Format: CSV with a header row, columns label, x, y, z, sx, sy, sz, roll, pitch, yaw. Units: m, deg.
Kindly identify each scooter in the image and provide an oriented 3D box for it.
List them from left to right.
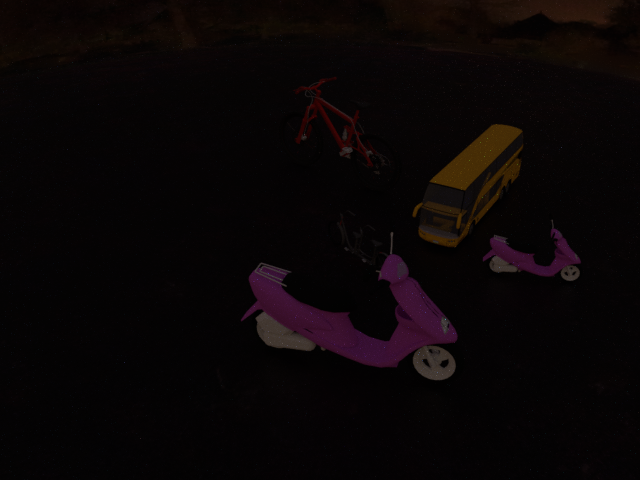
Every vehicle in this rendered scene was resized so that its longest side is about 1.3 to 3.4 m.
label,x,y,z,sx,sy,sz,roll,pitch,yaw
scooter,0.355,0.740,8.073,2.721,1.786,1.288,9,31,15
scooter,3.064,0.148,9.969,1.399,0.919,0.662,7,31,11

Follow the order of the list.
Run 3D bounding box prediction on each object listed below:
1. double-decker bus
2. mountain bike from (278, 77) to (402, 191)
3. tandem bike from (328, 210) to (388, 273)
label,x,y,z,sx,sy,sz,roll,pitch,yaw
double-decker bus,2.583,-0.950,11.741,0.756,1.052,3.251,17,34,27
mountain bike,0.313,-1.936,12.814,2.857,1.688,1.114,23,37,34
tandem bike,0.594,0.029,10.413,0.283,0.682,1.642,-19,35,-30
